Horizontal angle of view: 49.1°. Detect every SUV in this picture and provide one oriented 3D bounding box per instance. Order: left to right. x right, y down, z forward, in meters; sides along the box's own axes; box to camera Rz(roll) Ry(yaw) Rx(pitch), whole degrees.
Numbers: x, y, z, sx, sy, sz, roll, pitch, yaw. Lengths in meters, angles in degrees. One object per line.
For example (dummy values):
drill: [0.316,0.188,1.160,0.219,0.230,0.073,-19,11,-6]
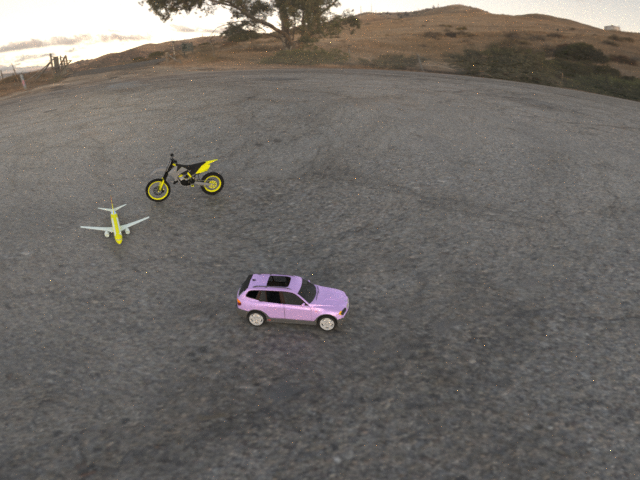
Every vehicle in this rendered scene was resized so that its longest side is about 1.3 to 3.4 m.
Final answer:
SUV: [-0.377,0.816,9.648,1.572,0.580,0.656,3,28,6]

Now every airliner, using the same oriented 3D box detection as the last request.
airliner: [-3.515,-0.335,12.021,1.161,0.429,1.307,-9,29,-17]

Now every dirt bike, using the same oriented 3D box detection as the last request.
dirt bike: [-2.547,-1.175,13.170,1.493,0.857,0.527,-9,29,-17]
